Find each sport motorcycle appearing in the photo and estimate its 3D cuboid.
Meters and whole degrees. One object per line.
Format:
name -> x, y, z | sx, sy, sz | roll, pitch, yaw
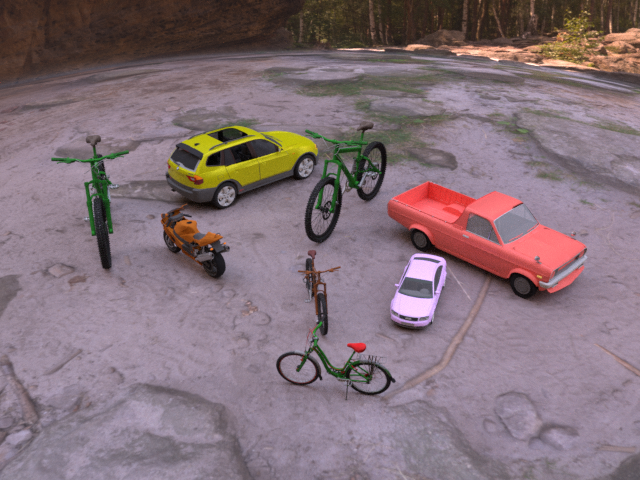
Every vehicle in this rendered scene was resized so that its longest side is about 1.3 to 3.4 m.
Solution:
sport motorcycle -> -1.957, 0.012, 10.729 | 1.520, 0.821, 0.506 | 26, 38, 37

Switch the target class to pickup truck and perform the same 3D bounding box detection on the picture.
pickup truck -> 2.533, -0.194, 10.919 | 1.244, 0.993, 3.117 | -25, 38, -37

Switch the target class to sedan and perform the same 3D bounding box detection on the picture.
sedan -> 1.414, 0.658, 9.935 | 0.635, 0.483, 1.613 | 9, 31, 16

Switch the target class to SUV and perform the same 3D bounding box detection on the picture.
SUV -> -1.407, -1.571, 13.205 | 3.058, 1.128, 1.276 | -24, 37, -36

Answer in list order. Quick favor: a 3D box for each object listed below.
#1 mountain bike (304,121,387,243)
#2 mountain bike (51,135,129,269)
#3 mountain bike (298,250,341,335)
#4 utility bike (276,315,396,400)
mountain bike -> 0.497, -1.130, 11.863 | 1.114, 1.688, 2.857 | 16, 33, 25
mountain bike -> -3.545, -0.781, 11.248 | 1.114, 1.688, 2.857 | -8, 30, -13
mountain bike -> -0.056, 0.626, 9.602 | 0.573, 0.868, 1.469 | -5, 30, -9
utility bike -> 0.166, 1.425, 8.116 | 1.435, 0.946, 0.535 | 6, 30, 10
